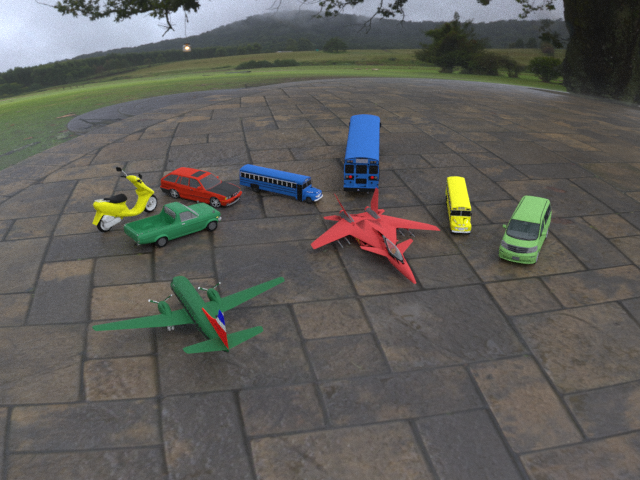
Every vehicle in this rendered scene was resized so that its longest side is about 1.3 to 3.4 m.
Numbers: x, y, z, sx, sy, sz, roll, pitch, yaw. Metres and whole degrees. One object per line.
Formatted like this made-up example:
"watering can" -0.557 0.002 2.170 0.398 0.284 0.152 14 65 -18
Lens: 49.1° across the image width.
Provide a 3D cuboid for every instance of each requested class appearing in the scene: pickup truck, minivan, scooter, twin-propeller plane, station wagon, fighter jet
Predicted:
"pickup truck" -2.473 -0.318 11.817 1.603 0.511 0.640 -20 33 -34
"minivan" 3.370 -0.175 11.417 0.681 0.616 1.548 12 29 22
"scooter" -3.394 -0.730 12.179 0.662 0.919 1.399 18 32 31
"twin-propeller plane" -1.595 0.853 9.188 2.663 0.792 2.129 -14 30 -25
"station wagon" -2.254 -1.030 13.267 1.597 0.473 0.682 13 30 25
"fighter jet" 0.997 -0.079 11.293 2.229 0.557 2.640 -8 28 -16

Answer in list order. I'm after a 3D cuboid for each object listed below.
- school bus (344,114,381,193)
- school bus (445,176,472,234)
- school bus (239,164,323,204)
"school bus" 0.903 -1.878 14.533 0.709 0.844 3.322 2 27 4
"school bus" 2.469 -0.628 12.514 0.365 0.434 1.708 3 27 5
"school bus" -0.747 -1.081 13.410 1.708 0.434 0.365 14 30 25
